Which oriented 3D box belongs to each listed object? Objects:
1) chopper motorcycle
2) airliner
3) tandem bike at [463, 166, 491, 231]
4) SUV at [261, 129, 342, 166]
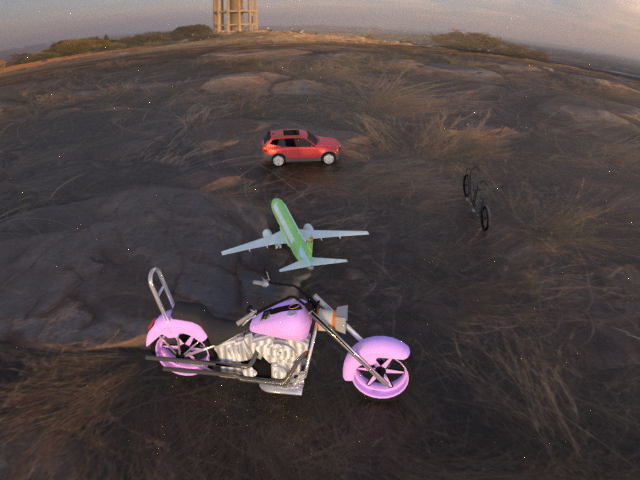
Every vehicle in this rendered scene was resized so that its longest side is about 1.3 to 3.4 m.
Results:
[{"bbox_3d":[-0.461,1.055,7.738,3.040,1.480,0.906,4,30,7],"label":"chopper motorcycle"},{"bbox_3d":[-0.425,-0.258,10.628,2.257,0.835,2.541,-8,31,-14],"label":"airliner"},{"bbox_3d":[2.604,-0.757,11.636,0.283,0.682,1.642,-2,30,-3],"label":"tandem bike"},{"bbox_3d":[-0.366,-1.828,13.571,1.572,0.580,0.656,-3,30,-4],"label":"SUV"}]
